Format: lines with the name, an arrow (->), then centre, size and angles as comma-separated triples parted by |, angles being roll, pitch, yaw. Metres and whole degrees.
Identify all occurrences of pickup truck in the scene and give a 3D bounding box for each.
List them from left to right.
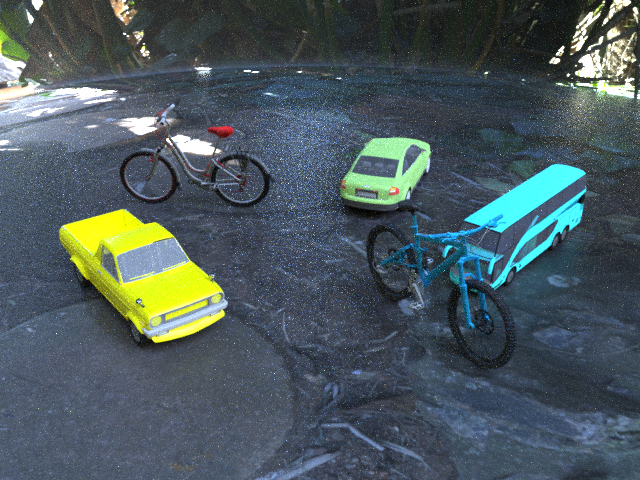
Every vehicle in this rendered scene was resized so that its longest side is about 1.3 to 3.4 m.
pickup truck -> -2.535, 0.318, 9.663 | 1.244, 0.993, 3.117 | -20, 33, -33

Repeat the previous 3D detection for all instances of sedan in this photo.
sedan -> 1.301, -1.422, 13.104 | 1.235, 0.940, 3.137 | 9, 29, 18

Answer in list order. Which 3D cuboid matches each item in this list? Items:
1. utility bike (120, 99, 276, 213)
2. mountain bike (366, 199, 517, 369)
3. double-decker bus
utility bike -> -2.165, -1.373, 12.027 | 2.791, 1.839, 1.039 | 2, 27, 5
mountain bike -> 1.428, 0.377, 8.789 | 1.114, 1.688, 2.857 | -15, 31, -27
double-decker bus -> 3.056, -0.205, 10.617 | 0.756, 1.052, 3.251 | 22, 34, 36
